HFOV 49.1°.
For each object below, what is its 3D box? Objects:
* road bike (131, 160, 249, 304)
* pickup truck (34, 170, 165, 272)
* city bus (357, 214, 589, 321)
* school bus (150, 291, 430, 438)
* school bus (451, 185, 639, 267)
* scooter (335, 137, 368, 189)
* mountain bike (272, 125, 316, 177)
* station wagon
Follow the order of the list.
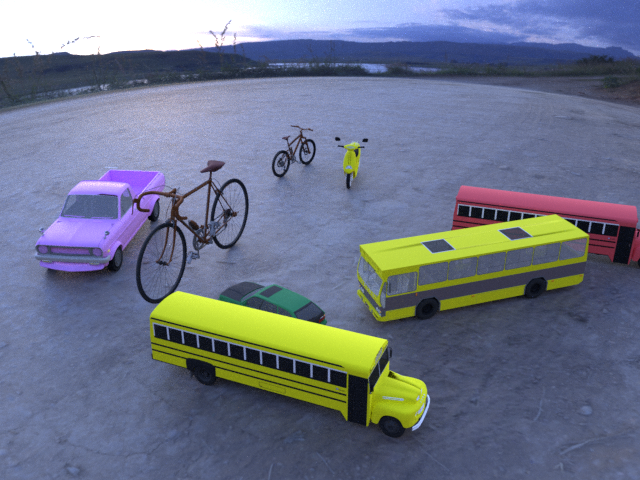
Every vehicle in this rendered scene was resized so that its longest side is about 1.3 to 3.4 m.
[{"bbox_3d":[-1.827,-0.270,10.452,0.697,1.656,3.004,11,28,21],"label":"road bike"},{"bbox_3d":[-3.560,-0.498,11.665,1.244,0.993,3.117,3,26,5],"label":"pickup truck"},{"bbox_3d":[2.180,0.395,9.961,3.255,0.894,0.926,-9,27,-17],"label":"city bus"},{"bbox_3d":[-0.383,1.367,8.045,3.322,0.844,0.709,11,28,21],"label":"school bus"},{"bbox_3d":[3.841,-0.234,11.297,3.322,0.844,0.709,9,27,17],"label":"school bus"},{"bbox_3d":[0.644,-1.674,14.138,0.662,0.919,1.399,4,26,7],"label":"scooter"},{"bbox_3d":[-0.528,-1.860,14.575,0.573,0.868,1.469,17,31,31],"label":"mountain bike"},{"bbox_3d":[-0.678,0.881,9.451,1.597,0.473,0.682,20,32,35],"label":"station wagon"}]
